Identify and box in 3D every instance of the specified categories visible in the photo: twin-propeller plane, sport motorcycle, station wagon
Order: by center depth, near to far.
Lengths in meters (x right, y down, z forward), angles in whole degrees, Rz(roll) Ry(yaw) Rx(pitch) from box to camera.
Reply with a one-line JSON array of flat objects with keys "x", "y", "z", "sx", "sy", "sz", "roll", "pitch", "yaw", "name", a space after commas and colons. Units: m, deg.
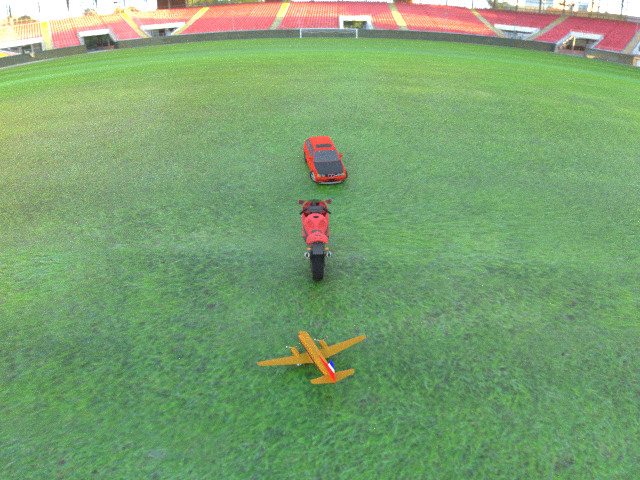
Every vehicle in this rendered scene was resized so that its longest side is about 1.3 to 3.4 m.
[{"x": -0.044, "y": 1.307, "z": 8.138, "sx": 1.370, "sy": 0.407, "sz": 1.095, "roll": -11, "pitch": 31, "yaw": -20, "name": "twin-propeller plane"}, {"x": -0.056, "y": -0.050, "z": 10.161, "sx": 0.506, "sy": 0.821, "sz": 1.520, "roll": -1, "pitch": 29, "yaw": -2, "name": "sport motorcycle"}, {"x": 0.076, "y": -1.553, "z": 13.231, "sx": 0.682, "sy": 0.473, "sz": 1.597, "roll": -5, "pitch": 29, "yaw": -8, "name": "station wagon"}]
